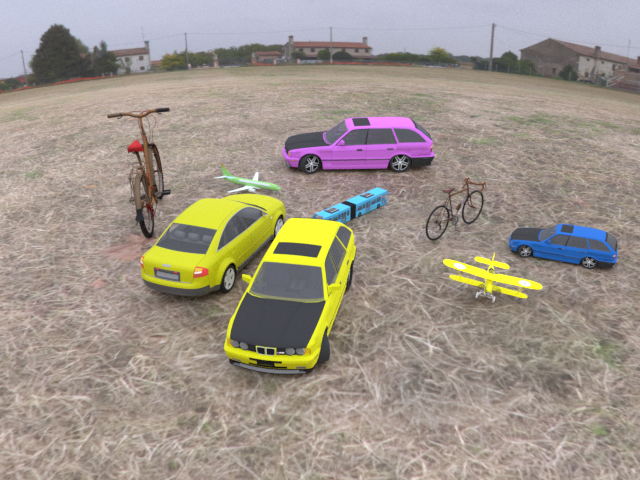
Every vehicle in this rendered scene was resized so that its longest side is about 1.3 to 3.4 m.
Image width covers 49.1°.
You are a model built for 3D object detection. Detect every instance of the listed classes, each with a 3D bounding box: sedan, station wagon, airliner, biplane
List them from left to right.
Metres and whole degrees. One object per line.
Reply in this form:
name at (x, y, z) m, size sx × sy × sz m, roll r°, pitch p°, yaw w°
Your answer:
sedan at (-1.503, -0.141, 10.591) m, size 1.235 × 0.940 × 3.137 m, roll 9°, pitch 27°, yaw 18°
airliner at (-1.337, -1.173, 13.324) m, size 1.307 × 0.429 × 1.161 m, roll 11°, pitch 28°, yaw 21°
station wagon at (-0.305, 0.555, 9.166) m, size 1.327 × 0.920 × 3.105 m, roll 5°, pitch 26°, yaw 10°
station wagon at (0.771, -2.014, 14.506) m, size 3.105 × 0.920 × 1.327 m, roll -1°, pitch 26°, yaw -3°
biplane at (2.380, 0.525, 9.708) m, size 1.336 × 0.504 × 1.090 m, roll 7°, pitch 27°, yaw 14°
station wagon at (3.735, 0.030, 10.773) m, size 1.597 × 0.473 × 0.682 m, roll 10°, pitch 28°, yaw 20°

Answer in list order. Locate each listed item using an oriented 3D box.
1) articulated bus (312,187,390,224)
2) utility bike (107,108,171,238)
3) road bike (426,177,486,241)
articulated bus at (0.551, -0.540, 12.170) m, size 0.311 × 0.289 × 1.749 m, roll 22°, pitch 33°, yaw 38°
utility bike at (-3.015, -1.229, 11.814) m, size 1.039 × 1.839 × 2.791 m, roll -2°, pitch 26°, yaw -5°
road bike at (2.241, -0.530, 11.501) m, size 1.545 × 0.852 × 0.358 m, roll -22°, pitch 33°, yaw -38°
